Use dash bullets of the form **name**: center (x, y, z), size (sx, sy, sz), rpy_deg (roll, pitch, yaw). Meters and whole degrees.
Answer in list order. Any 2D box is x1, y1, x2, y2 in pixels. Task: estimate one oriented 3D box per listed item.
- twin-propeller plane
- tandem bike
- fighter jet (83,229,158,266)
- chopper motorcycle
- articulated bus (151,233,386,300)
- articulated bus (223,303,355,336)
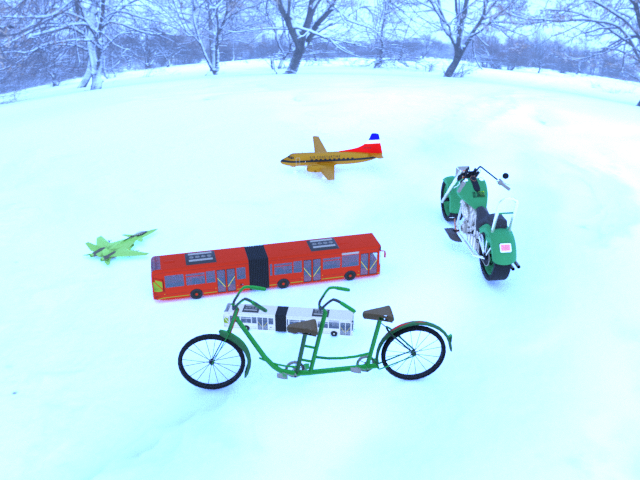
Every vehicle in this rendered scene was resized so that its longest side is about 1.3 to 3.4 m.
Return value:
- **twin-propeller plane**: center (0.239, -1.786, 14.408), size (2.129, 0.792, 2.663), rpy_deg (-3, 27, -6)
- **tandem bike**: center (-0.037, 1.122, 8.001), size (3.192, 1.326, 0.550), rpy_deg (-2, 27, -4)
- **fighter jet**: center (-3.153, -0.015, 11.435), size (1.147, 0.286, 1.358), rpy_deg (17, 31, 30)
- **chopper motorcycle**: center (2.460, -0.529, 11.128), size (0.906, 1.480, 3.040), rpy_deg (-3, 27, -5)
- **articulated bus**: center (-0.745, 0.384, 10.330), size (3.401, 0.561, 0.605), rpy_deg (-6, 27, -12)
- **articulated bus**: center (-0.404, 1.055, 9.292), size (1.749, 0.289, 0.311), rpy_deg (3, 27, 6)
